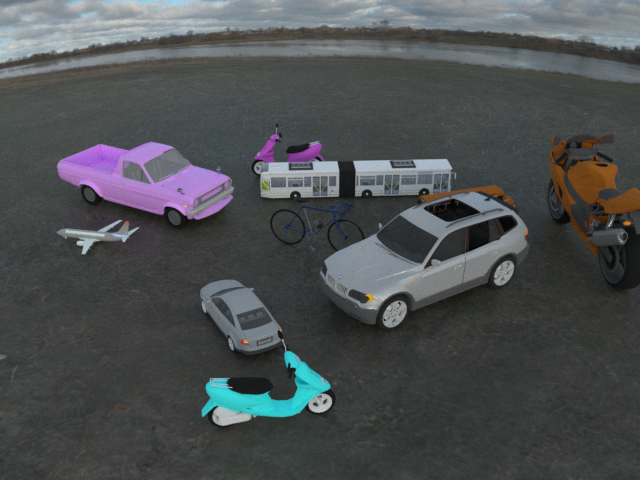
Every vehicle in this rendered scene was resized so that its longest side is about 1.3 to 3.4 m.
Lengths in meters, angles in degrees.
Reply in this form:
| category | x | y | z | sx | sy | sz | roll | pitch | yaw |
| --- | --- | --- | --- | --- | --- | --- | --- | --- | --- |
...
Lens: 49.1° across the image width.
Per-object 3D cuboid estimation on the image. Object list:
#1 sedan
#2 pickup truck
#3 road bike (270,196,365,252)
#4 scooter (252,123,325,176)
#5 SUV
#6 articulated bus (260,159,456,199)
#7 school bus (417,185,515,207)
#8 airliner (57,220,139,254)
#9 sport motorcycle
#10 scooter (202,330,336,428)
| category | x | y | z | sx | sy | sz | roll | pitch | yaw |
| --- | --- | --- | --- | --- | --- | --- | --- | --- | --- |
| sedan | -1.026 | 0.873 | 8.796 | 0.635 | 0.483 | 1.613 | -15 | 31 | -26 |
| pickup truck | -3.025 | -1.106 | 12.005 | 3.117 | 0.993 | 1.244 | 15 | 31 | 26 |
| road bike | -0.054 | -0.229 | 10.492 | 1.545 | 0.852 | 0.358 | 11 | 30 | 20 |
| scooter | -0.598 | -1.666 | 13.146 | 1.399 | 0.919 | 0.662 | -4 | 28 | -8 |
| SUV | 1.452 | 0.156 | 9.465 | 3.058 | 1.128 | 1.276 | -16 | 32 | -28 |
| articulated bus | 0.655 | -1.086 | 12.430 | 3.401 | 0.561 | 0.605 | -1 | 28 | -3 |
| school bus | 2.455 | -0.608 | 11.659 | 1.708 | 0.434 | 0.365 | -9 | 29 | -16 |
| airliner | -3.500 | -0.157 | 10.808 | 1.307 | 0.429 | 1.161 | 6 | 28 | 12 |
| sport motorcycle | 4.041 | -0.525 | 10.255 | 0.983 | 1.596 | 2.955 | -3 | 28 | -5 |
| scooter | -0.519 | 1.491 | 7.157 | 1.399 | 0.919 | 0.662 | -5 | 28 | -10 |
